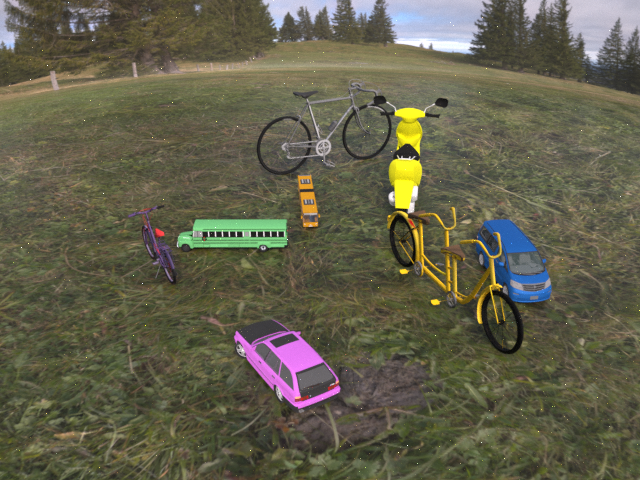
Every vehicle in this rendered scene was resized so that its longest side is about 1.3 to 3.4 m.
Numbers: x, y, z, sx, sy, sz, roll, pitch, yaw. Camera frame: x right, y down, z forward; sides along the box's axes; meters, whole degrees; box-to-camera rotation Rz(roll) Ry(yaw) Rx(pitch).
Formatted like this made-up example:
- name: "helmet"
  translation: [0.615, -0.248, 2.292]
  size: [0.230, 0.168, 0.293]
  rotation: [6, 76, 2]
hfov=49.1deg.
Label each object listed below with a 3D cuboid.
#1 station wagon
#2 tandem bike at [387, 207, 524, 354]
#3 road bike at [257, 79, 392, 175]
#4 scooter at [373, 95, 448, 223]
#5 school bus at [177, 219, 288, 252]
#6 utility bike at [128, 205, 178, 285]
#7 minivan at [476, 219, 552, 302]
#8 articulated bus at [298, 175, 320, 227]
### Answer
- name: "station wagon"
  translation: [-0.418, 1.315, 7.969]
  size: [0.682, 0.473, 1.597]
  rotation: [-16, 31, -28]
- name: "tandem bike"
  translation: [1.674, 0.238, 9.170]
  size: [0.550, 1.326, 3.192]
  rotation: [-11, 29, -21]
- name: "road bike"
  translation: [0.142, -2.218, 13.707]
  size: [3.004, 1.656, 0.697]
  rotation: [-13, 29, -24]
- name: "scooter"
  translation: [1.519, -1.527, 12.181]
  size: [1.288, 1.786, 2.721]
  rotation: [4, 27, 8]
- name: "school bus"
  translation: [-1.349, -0.078, 10.797]
  size: [1.708, 0.434, 0.365]
  rotation: [0, 27, 0]
- name: "utility bike"
  translation: [-2.371, 0.046, 9.978]
  size: [0.535, 0.946, 1.435]
  rotation: [-15, 30, -27]
- name: "minivan"
  translation: [2.724, 0.279, 9.880]
  size: [0.681, 0.616, 1.548]
  rotation: [-4, 27, -7]
- name: "articulated bus"
  translation: [-0.223, -0.705, 12.211]
  size: [0.311, 0.289, 1.749]
  rotation: [-2, 27, -4]
